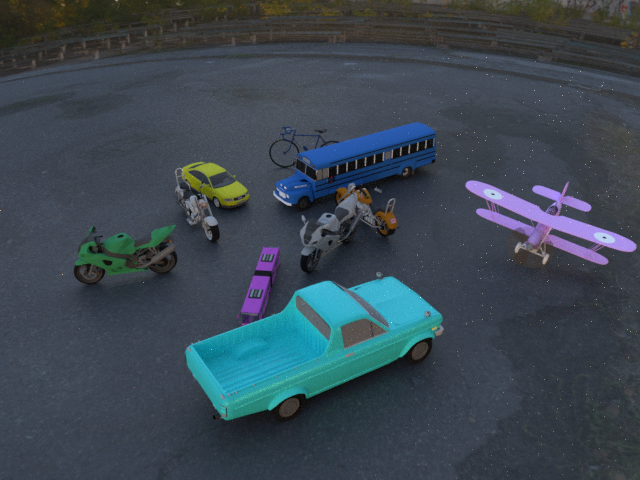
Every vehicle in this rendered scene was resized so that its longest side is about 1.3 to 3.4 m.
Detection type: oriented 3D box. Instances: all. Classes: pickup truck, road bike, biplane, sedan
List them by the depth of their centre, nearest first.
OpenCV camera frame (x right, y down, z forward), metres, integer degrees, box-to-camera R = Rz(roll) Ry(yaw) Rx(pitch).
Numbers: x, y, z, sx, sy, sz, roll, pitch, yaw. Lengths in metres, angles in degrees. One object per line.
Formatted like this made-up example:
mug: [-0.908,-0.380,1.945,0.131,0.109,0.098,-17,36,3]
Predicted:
pickup truck: [-0.005,1.166,8.440,3.117,0.993,1.244,-17,35,-27]
biplane: [3.579,-0.283,10.889,2.598,0.981,2.120,17,35,26]
sedan: [-1.907,-1.053,12.670,0.635,0.483,1.613,-24,38,-35]
road bike: [-0.221,-1.773,13.521,1.545,0.852,0.358,2,31,4]

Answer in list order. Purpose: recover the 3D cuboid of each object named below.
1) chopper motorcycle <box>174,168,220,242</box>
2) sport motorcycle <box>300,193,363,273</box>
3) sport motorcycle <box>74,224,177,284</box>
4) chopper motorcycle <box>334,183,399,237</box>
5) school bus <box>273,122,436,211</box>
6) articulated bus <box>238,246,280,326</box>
chopper motorcycle: [-2.056,-0.593,11.624,0.466,0.761,1.563,-17,35,-26]
sport motorcycle: [0.152,-0.115,10.763,0.506,0.821,1.520,19,35,28]
sport motorcycle: [-2.837,0.204,10.226,1.520,0.821,0.506,-9,32,-14]
chopper motorcycle: [0.744,-0.615,11.662,0.466,0.761,1.563,-19,36,-29]
school bus: [0.676,-1.393,12.888,3.322,0.844,0.709,-19,36,-28]
articulated bus: [-0.835,0.639,10.015,0.311,0.289,1.749,3,31,6]
